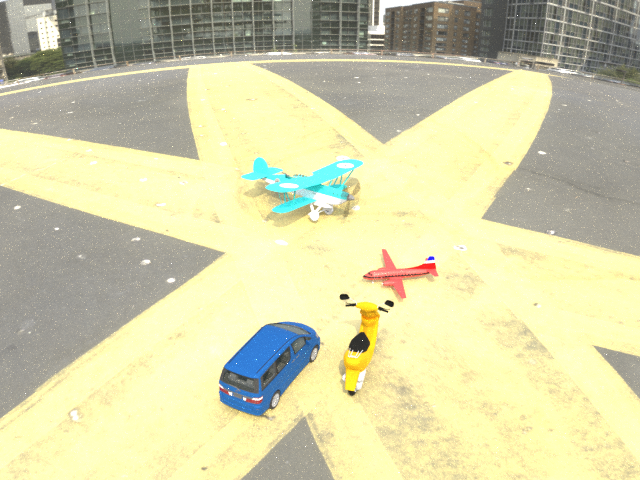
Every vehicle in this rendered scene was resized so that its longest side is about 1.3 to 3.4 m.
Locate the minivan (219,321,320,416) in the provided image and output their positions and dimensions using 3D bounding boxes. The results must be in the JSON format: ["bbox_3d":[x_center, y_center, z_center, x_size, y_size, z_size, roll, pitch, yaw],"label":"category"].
[{"bbox_3d":[-0.555,1.387,8.278,0.681,0.616,1.548,14,32,24],"label":"minivan"}]

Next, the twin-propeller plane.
[{"bbox_3d":[1.162,0.439,10.187,1.095,0.407,1.370,-4,29,-6],"label":"twin-propeller plane"}]

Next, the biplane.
[{"bbox_3d":[-0.295,-0.949,12.083,2.120,0.981,2.598,18,34,29],"label":"biplane"}]

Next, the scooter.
[{"bbox_3d":[0.514,1.157,8.378,0.662,0.919,1.399,7,30,13],"label":"scooter"}]
